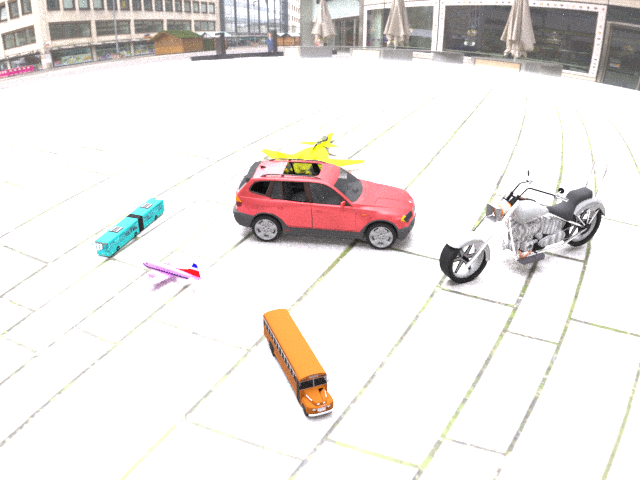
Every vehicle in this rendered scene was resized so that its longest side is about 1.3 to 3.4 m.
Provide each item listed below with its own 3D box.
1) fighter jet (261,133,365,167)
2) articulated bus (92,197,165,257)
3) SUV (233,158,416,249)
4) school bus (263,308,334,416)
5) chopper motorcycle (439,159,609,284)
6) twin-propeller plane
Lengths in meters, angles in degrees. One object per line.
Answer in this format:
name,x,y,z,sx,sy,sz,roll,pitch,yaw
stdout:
fighter jet,-0.097,-1.966,14.648,2.229,0.557,2.640,8,30,15
articulated bus,-3.171,-0.243,11.777,0.311,0.289,1.749,9,30,17
SUV,0.077,-0.675,11.693,3.058,1.128,1.276,4,29,7
school bus,-0.281,1.461,8.511,0.365,0.434,1.708,-11,30,-19
chopper motorcycle,3.164,-0.306,10.652,3.040,1.480,0.906,-13,31,-23
twin-propeller plane,-2.223,0.415,10.450,1.095,0.407,1.370,14,32,24
